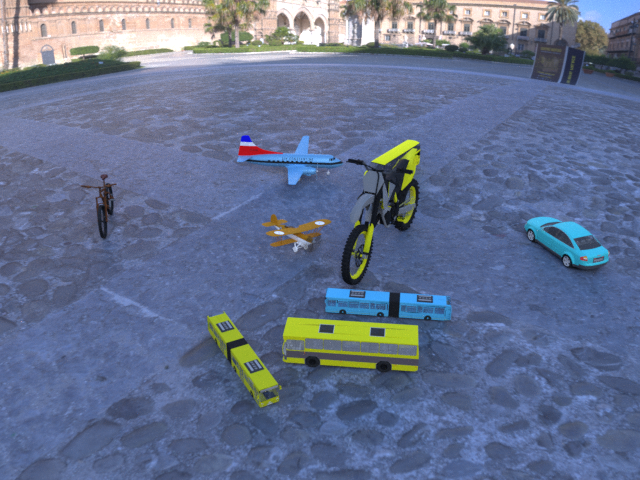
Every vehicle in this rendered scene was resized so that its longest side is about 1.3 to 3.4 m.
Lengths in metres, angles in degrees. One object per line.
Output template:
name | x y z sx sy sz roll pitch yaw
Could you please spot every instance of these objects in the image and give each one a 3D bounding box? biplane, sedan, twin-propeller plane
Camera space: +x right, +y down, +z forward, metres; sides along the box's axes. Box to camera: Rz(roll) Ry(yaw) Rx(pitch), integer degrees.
biplane | -0.438 -0.131 11.397 1.336 0.504 1.090 -24 37 -38
sedan | 3.936 -0.039 11.248 0.635 0.483 1.613 -10 30 -19
twin-propeller plane | -0.593 -1.698 14.034 2.129 0.792 2.663 2 28 4

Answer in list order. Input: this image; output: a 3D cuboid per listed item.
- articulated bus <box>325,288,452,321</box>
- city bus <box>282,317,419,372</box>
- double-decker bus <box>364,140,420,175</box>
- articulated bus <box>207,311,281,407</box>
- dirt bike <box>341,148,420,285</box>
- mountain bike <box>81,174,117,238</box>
articulated bus | 0.931 0.891 9.709 1.749 0.289 0.311 3 28 6
city bus | 0.387 1.315 8.731 1.674 0.460 0.476 3 28 6
double-decker bus | 1.475 -1.502 13.932 0.389 0.541 1.672 18 33 30
articulated bus | -0.981 1.440 8.679 0.311 0.289 1.749 -14 31 -25
dirt bike | 1.019 -0.518 10.889 1.024 1.666 2.903 14 31 24
mountain bike | -3.692 -0.655 11.995 0.573 0.868 1.469 -4 28 -7
